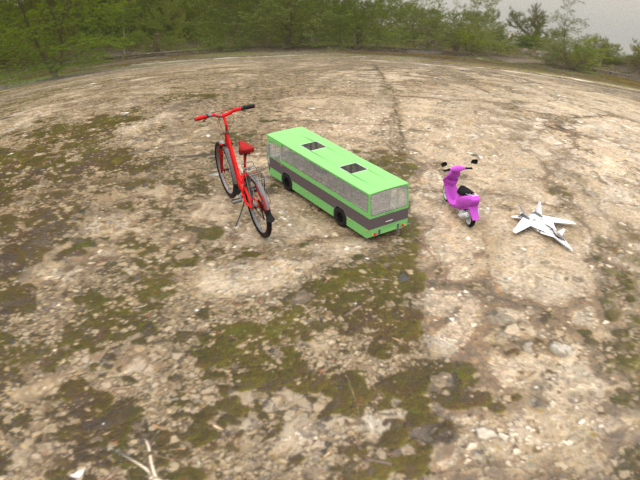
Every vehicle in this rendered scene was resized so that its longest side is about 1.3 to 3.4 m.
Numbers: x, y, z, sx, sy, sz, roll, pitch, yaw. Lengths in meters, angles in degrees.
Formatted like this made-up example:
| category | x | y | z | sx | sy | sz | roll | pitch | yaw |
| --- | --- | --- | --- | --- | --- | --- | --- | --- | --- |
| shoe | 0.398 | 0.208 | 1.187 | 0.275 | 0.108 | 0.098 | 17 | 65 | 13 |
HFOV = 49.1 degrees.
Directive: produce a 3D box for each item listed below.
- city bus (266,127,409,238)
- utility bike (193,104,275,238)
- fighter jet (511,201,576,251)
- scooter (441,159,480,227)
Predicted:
| category | x | y | z | sx | sy | sz | roll | pitch | yaw |
| --- | --- | --- | --- | --- | --- | --- | --- | --- | --- |
| city bus | 0.211 | -1.052 | 12.295 | 0.926 | 0.894 | 3.255 | -18 | 33 | -29 |
| utility bike | -1.412 | -1.197 | 11.577 | 1.039 | 1.839 | 2.791 | -12 | 31 | -22 |
| fighter jet | 3.732 | -0.220 | 11.407 | 1.147 | 0.286 | 1.358 | -8 | 30 | -15 |
| scooter | 2.397 | -0.861 | 11.920 | 0.662 | 0.919 | 1.399 | -6 | 29 | -11 |
